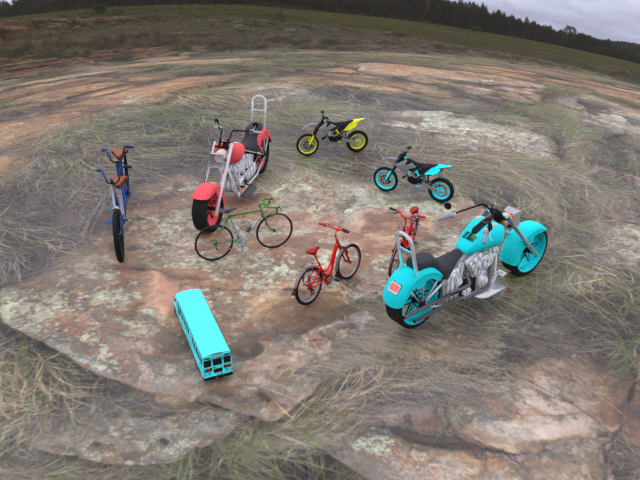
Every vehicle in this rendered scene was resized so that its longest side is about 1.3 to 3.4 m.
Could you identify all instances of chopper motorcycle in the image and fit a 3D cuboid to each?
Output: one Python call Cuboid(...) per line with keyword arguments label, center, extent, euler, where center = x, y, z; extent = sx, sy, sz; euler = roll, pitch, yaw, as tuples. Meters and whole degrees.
Cuboid(label="chopper motorcycle", center=(-1.481, -1.366, 11.993), extent=(0.906, 1.480, 3.040), euler=(8, 30, 14))
Cuboid(label="chopper motorcycle", center=(2.043, 0.152, 9.251), extent=(3.040, 1.480, 0.906), euler=(-21, 35, -33))

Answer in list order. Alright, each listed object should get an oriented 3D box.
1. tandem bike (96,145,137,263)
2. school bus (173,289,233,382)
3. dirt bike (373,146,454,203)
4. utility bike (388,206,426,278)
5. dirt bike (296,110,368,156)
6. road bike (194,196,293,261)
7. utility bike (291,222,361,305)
Cuboid(label="tandem bike", center=(-3.210, -0.855, 11.229), extent=(0.550, 1.326, 3.192), euler=(-6, 29, -10))
Cuboid(label="school bus", center=(-1.484, 1.085, 8.646), extent=(0.365, 0.434, 1.708), euler=(-11, 31, -20))
Cuboid(label="dirt bike", center=(1.632, -1.141, 12.228), extent=(1.493, 0.857, 0.527), euler=(13, 32, 22))
Cuboid(label="utility bike", center=(1.298, -0.082, 10.225), extent=(0.535, 0.946, 1.435), euler=(11, 31, 19))
Cuboid(label="dirt bike", center=(0.254, -2.119, 13.994), extent=(1.493, 0.857, 0.527), euler=(-6, 30, -11))
Cuboid(label="road bike", center=(-1.129, -0.161, 10.465), extent=(1.545, 0.852, 0.358), euler=(-12, 31, -20))
Cuboid(label="utility bike", center=(0.069, 0.277, 9.578), extent=(0.535, 0.946, 1.435), euler=(23, 36, 35))
